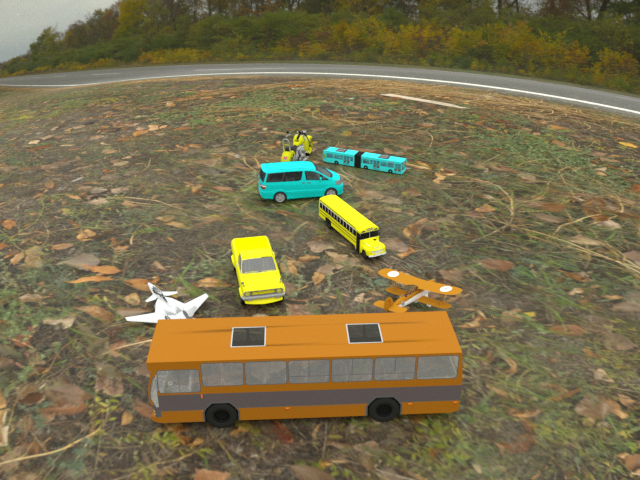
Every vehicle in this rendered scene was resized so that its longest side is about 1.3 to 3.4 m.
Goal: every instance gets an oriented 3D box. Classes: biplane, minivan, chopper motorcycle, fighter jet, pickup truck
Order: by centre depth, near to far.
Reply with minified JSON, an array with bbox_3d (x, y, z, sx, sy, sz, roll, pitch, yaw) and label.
[{"bbox_3d":[1.202,0.730,9.343,1.090,0.504,1.336,-24,36,-39],"label":"biplane"},{"bbox_3d":[-2.100,0.794,9.458,1.147,0.286,1.358,-16,31,-28],"label":"fighter jet"},{"bbox_3d":[-0.917,0.362,10.059,0.640,0.511,1.603,-6,28,-11],"label":"pickup truck"},{"bbox_3d":[-0.346,-1.101,12.817,1.548,0.616,0.681,-5,27,-10],"label":"minivan"},{"bbox_3d":[-0.444,-1.913,14.252,0.466,0.761,1.563,8,28,16],"label":"chopper motorcycle"}]

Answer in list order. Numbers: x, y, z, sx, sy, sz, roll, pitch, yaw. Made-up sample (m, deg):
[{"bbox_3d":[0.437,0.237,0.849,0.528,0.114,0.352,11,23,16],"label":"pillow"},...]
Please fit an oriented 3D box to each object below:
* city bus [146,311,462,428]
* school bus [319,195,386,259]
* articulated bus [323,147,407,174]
[{"bbox_3d":[-0.157,1.399,7.600,3.255,0.894,0.926,-1,27,-3],"label":"city bus"},{"bbox_3d":[0.509,-0.227,11.299,0.365,0.434,1.708,-13,30,-24],"label":"school bus"},{"bbox_3d":[0.899,-1.616,14.188,1.749,0.289,0.311,12,29,22],"label":"articulated bus"}]
